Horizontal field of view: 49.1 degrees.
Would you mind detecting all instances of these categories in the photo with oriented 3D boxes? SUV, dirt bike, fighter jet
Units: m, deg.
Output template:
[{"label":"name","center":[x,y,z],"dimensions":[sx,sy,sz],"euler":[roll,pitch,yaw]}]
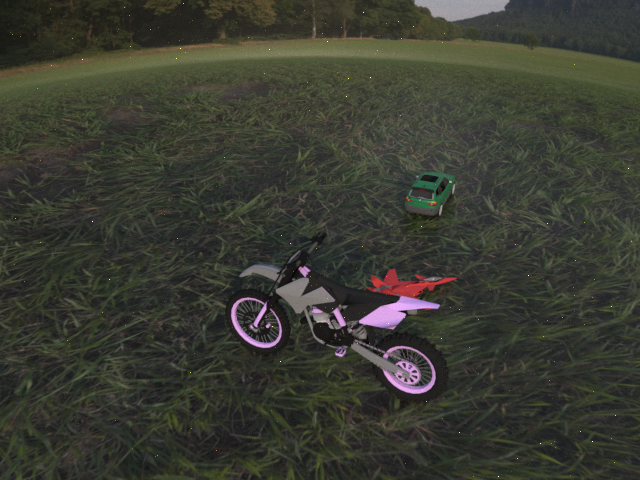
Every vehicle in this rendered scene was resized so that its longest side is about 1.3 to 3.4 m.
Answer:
[{"label":"SUV","center":[2.001,-0.926,12.619],"dimensions":[0.656,0.580,1.572],"euler":[11,31,20]},{"label":"dirt bike","center":[0.111,0.911,8.124],"dimensions":[2.903,1.666,1.024],"euler":[13,31,23]},{"label":"fighter jet","center":[1.400,0.614,10.107],"dimensions":[1.358,0.286,1.147],"euler":[-11,31,-20]}]
